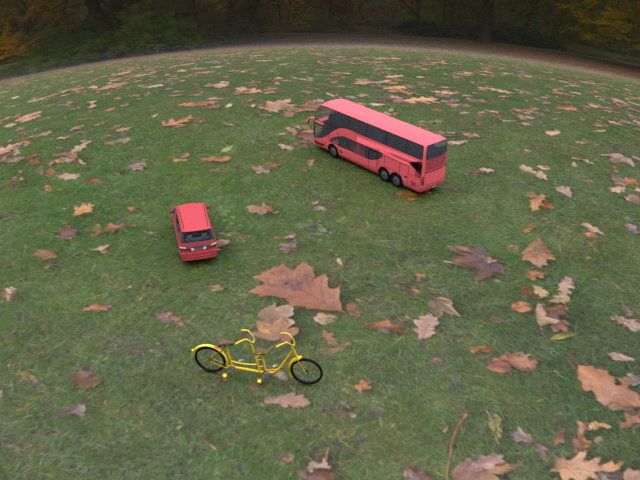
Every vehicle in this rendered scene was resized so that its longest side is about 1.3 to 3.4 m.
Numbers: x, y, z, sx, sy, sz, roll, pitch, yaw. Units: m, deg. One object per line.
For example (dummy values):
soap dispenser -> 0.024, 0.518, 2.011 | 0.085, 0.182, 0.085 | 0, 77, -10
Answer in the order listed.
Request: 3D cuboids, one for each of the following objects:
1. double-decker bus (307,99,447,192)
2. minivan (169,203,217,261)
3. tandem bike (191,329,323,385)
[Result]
double-decker bus -> 1.058, -1.917, 13.678 | 0.756, 1.052, 3.251 | -23, 38, -34
minivan -> -2.041, -0.243, 11.264 | 0.681, 0.616, 1.548 | -8, 31, -13
tandem bike -> -0.772, 1.395, 8.414 | 1.642, 0.682, 0.283 | 6, 31, 9
